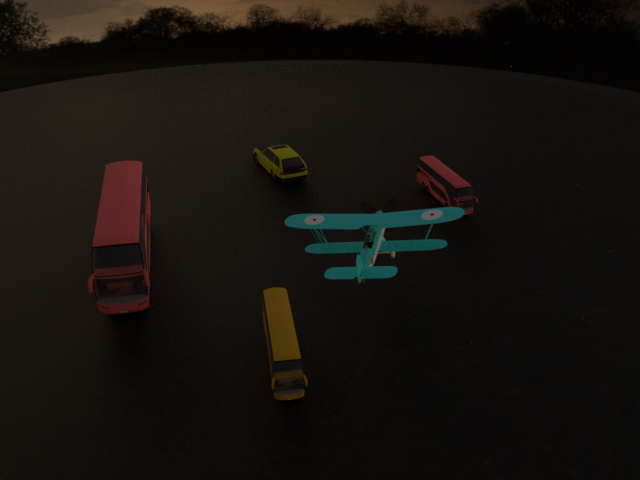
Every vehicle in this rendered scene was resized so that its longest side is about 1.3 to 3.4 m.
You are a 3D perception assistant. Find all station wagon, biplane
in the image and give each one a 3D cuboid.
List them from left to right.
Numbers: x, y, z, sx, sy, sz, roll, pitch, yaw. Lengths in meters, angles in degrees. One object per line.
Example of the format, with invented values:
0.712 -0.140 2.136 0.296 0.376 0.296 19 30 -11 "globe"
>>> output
-0.798 -1.603 13.665 0.682 0.473 1.597 -12 30 -21 "station wagon"
0.680 0.060 9.990 2.598 0.981 2.120 6 29 11 "biplane"

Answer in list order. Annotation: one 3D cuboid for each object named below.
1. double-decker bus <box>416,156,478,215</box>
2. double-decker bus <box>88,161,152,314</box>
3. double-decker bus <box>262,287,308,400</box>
2.208 -0.962 12.384 0.389 0.541 1.672 -9 29 -16 "double-decker bus"
-2.857 -0.110 10.234 0.756 1.052 3.251 -6 28 -10 "double-decker bus"
-0.452 1.211 8.289 0.389 0.541 1.672 -4 28 -8 "double-decker bus"
